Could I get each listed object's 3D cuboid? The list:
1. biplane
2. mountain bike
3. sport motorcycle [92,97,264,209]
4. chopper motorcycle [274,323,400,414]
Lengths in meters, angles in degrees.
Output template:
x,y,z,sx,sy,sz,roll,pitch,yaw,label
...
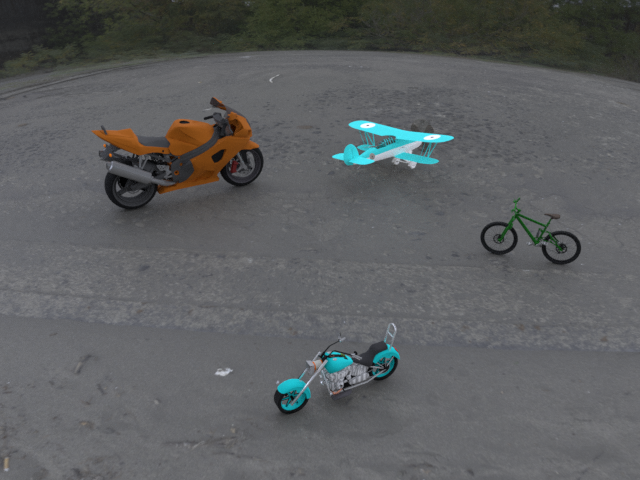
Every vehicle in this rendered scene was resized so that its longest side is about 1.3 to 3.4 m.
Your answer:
x,y,z,sx,sy,sz,roll,pitch,yaw,label
1.233,-1.737,13.279,2.120,0.981,2.598,-22,36,-33,biplane
3.165,-0.093,10.489,1.469,0.868,0.573,9,31,16,mountain bike
-2.369,-1.480,12.200,2.955,1.596,0.983,-14,33,-24,sport motorcycle
0.213,1.440,7.890,1.563,0.761,0.466,-14,32,-23,chopper motorcycle
